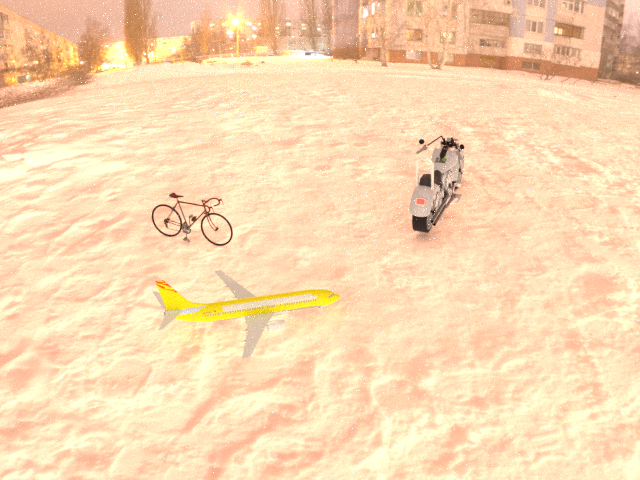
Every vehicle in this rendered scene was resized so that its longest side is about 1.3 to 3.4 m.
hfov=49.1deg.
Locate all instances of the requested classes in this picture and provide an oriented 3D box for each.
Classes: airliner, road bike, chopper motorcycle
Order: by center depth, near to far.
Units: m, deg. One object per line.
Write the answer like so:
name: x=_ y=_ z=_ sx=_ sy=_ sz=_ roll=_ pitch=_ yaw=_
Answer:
airliner: x=-0.934 y=0.746 z=9.453 sx=2.541 sy=0.835 sz=2.257 roll=-7 pitch=28 yaw=-14
road bike: x=-2.145 y=-0.364 z=11.620 sx=1.545 sy=0.852 sz=0.358 roll=10 pitch=29 yaw=19
chopper motorcycle: x=2.195 y=-1.225 z=12.623 sx=0.906 sy=1.480 sz=3.040 roll=10 pitch=29 yaw=20
